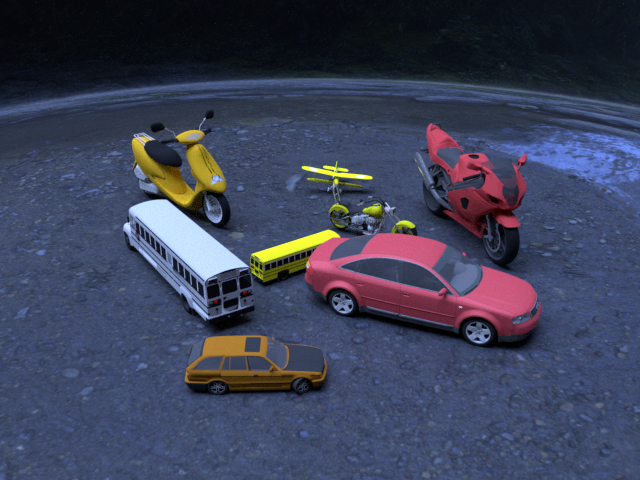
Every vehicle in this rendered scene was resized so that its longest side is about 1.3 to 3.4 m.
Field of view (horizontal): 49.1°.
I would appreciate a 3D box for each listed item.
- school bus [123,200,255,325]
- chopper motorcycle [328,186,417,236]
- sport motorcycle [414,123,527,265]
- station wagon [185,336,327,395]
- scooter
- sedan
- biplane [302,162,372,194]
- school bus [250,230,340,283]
[{"bbox_3d":[-2.031,0.175,10.106,0.709,0.844,3.322,-16,29,-30],"label":"school bus"},{"bbox_3d":[0.849,-0.397,11.418,1.563,0.761,0.466,14,28,26],"label":"chopper motorcycle"},{"bbox_3d":[2.399,-0.809,11.312,0.983,1.596,2.955,-8,26,-16],"label":"sport motorcycle"},{"bbox_3d":[-0.720,1.383,7.977,1.597,0.473,0.682,0,25,-1],"label":"station wagon"},{"bbox_3d":[-2.500,-1.348,12.235,2.721,1.786,1.288,22,33,39],"label":"scooter"},{"bbox_3d":[1.329,0.517,9.268,3.137,0.940,1.235,11,27,22],"label":"sedan"},{"bbox_3d":[0.329,-1.210,13.446,1.336,0.504,1.090,0,25,0],"label":"biplane"},{"bbox_3d":[-0.238,0.216,10.501,1.708,0.434,0.365,-18,31,-33],"label":"school bus"}]
